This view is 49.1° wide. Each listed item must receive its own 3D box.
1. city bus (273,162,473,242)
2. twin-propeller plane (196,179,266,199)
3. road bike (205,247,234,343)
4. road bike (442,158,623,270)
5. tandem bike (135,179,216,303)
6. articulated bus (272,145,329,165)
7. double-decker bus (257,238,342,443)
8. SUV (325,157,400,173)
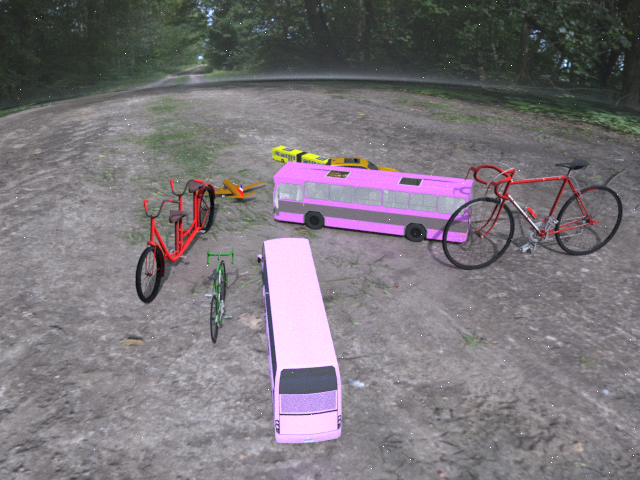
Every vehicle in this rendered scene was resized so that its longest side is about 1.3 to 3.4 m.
[{"bbox_3d":[0.874,-0.625,11.731,3.255,0.894,0.926,7,26,15],"label":"city bus"},{"bbox_3d":[-1.617,-0.991,13.075,1.370,0.407,1.095,-12,28,-23],"label":"twin-propeller plane"},{"bbox_3d":[-1.319,0.661,9.062,0.358,0.852,1.545,0,25,-1],"label":"road bike"},{"bbox_3d":[3.223,-0.410,10.387,3.004,1.656,0.697,-7,26,-14],"label":"road bike"},{"bbox_3d":[-2.104,-0.279,10.495,0.550,1.326,3.192,5,26,9],"label":"tandem bike"},{"bbox_3d":[-0.287,-1.661,14.631,1.749,0.289,0.311,20,32,36],"label":"articulated bus"},{"bbox_3d":[-0.295,0.971,8.173,0.756,1.052,3.251,-3,25,-6],"label":"double-decker bus"},{"bbox_3d":[0.795,-1.258,13.438,1.572,0.580,0.656,1,25,3],"label":"SUV"}]
